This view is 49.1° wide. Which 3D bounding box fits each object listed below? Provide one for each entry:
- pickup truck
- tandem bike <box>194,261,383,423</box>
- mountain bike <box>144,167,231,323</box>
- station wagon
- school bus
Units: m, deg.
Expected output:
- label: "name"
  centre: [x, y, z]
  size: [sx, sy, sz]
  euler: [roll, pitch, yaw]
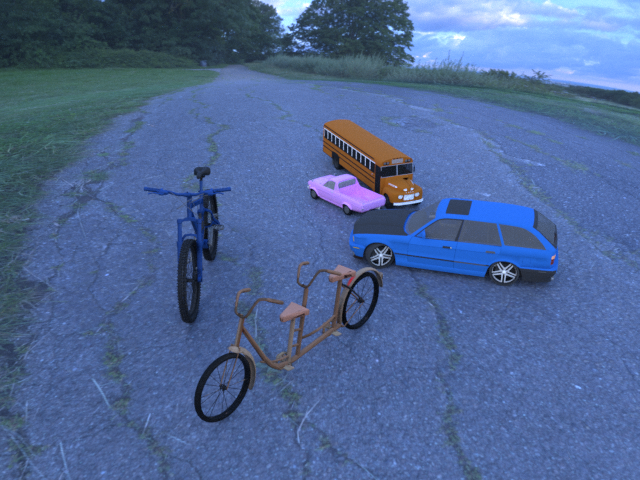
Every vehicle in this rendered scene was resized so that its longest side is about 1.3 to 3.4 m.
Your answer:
- label: "pickup truck"
  centre: [0.458, -0.882, 12.702]
  size: [0.640, 0.511, 1.603]
  euler: [-19, 31, -34]
- label: "tandem bike"
  centre: [-0.219, 0.896, 7.988]
  size: [0.550, 1.326, 3.192]
  euler: [20, 32, 36]
- label: "mountain bike"
  centre: [-1.686, -0.122, 9.719]
  size: [1.114, 1.688, 2.857]
  euler: [0, 25, 0]
- label: "station wagon"
  centre: [1.991, -0.095, 10.558]
  size: [3.105, 0.920, 1.327]
  euler: [7, 26, 15]
- label: "school bus"
  centre: [0.981, -1.537, 13.696]
  size: [0.709, 0.844, 3.322]
  euler: [-10, 27, -20]
